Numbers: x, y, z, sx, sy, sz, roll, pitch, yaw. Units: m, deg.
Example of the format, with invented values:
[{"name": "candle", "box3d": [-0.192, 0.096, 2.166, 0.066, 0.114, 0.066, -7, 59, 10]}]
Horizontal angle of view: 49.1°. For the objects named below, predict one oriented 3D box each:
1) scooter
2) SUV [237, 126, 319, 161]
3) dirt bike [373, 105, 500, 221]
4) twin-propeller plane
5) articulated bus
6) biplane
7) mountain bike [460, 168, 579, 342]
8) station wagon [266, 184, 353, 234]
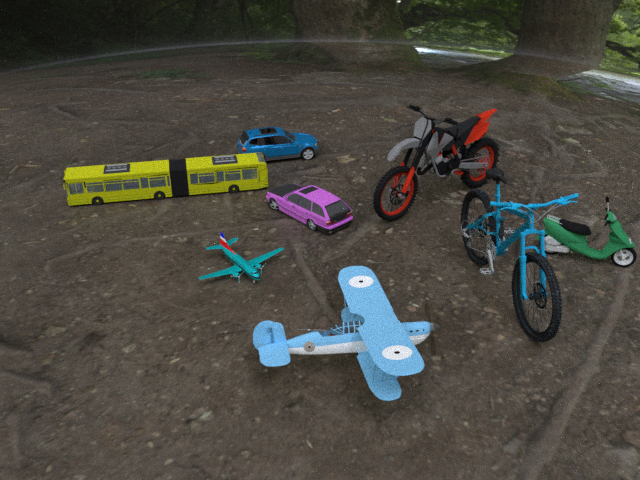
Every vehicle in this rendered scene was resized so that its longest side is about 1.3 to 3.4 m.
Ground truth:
[{"name": "scooter", "box3d": [3.835, -0.111, 10.000, 1.399, 0.919, 0.662, 11, 32, 18]}, {"name": "SUV", "box3d": [-0.801, -1.840, 13.342, 1.572, 0.580, 0.656, -9, 31, -15]}, {"name": "dirt bike", "box3d": [1.992, -1.354, 11.409, 2.903, 1.666, 1.024, -21, 36, -32]}, {"name": "twin-propeller plane", "box3d": [-1.143, 0.255, 9.877, 1.370, 0.407, 1.095, -20, 36, -31]}, {"name": "articulated bus", "box3d": [-2.610, -1.054, 11.996, 3.401, 0.561, 0.605, -6, 30, -10]}, {"name": "biplane", "box3d": [0.309, 1.075, 7.879, 2.120, 0.981, 2.598, -4, 30, -8]}, {"name": "mountain bike", "box3d": [2.418, -0.007, 9.048, 1.114, 1.688, 2.857, -6, 30, -10]}, {"name": "station wagon", "box3d": [-0.203, -0.610, 11.313, 0.682, 0.473, 1.597, -25, 38, -36]}]
